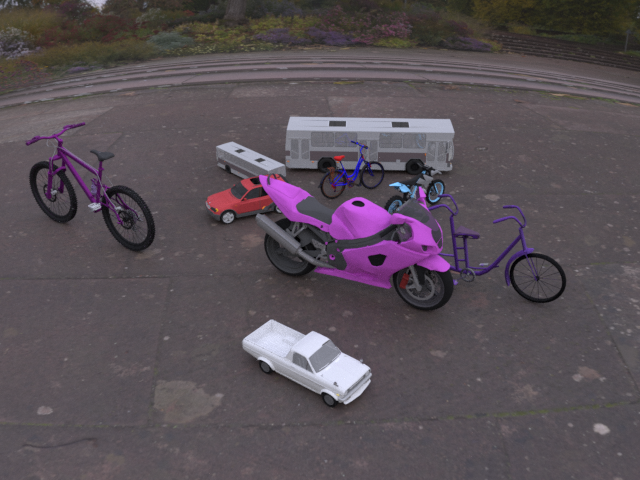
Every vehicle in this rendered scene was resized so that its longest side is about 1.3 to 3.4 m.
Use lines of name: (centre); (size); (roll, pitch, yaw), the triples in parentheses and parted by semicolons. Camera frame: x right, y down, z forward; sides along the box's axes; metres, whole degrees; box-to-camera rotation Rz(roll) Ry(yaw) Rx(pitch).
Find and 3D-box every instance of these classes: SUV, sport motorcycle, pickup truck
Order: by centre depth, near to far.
pickup truck: (-0.175, 1.394, 8.358); (1.603, 0.511, 0.640); (20, 35, 32)
sport motorcycle: (0.457, 0.013, 9.734); (2.955, 1.596, 0.983); (14, 32, 23)
SUV: (-1.210, -0.757, 12.178); (1.572, 0.580, 0.656); (-12, 31, -21)

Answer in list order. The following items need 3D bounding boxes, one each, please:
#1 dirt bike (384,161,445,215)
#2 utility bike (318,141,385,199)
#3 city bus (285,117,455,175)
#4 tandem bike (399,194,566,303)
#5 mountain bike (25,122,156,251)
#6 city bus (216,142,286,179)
dirt bike: (1.652, -0.866, 12.089); (1.493, 0.857, 0.527); (-22, 36, -34)
utility bike: (0.559, -1.300, 12.783); (1.435, 0.946, 0.535); (-15, 32, -25)
city bus: (0.968, -1.867, 13.862); (3.255, 0.894, 0.926); (1, 29, 2)
tandem bike: (1.939, 0.004, 10.031); (3.192, 1.326, 0.550); (15, 32, 25)
mountain bike: (-3.727, -0.831, 11.167); (2.857, 1.688, 1.114); (17, 33, 28)
city bus: (-1.346, -1.417, 13.497); (0.476, 0.460, 1.674); (-24, 37, -36)
